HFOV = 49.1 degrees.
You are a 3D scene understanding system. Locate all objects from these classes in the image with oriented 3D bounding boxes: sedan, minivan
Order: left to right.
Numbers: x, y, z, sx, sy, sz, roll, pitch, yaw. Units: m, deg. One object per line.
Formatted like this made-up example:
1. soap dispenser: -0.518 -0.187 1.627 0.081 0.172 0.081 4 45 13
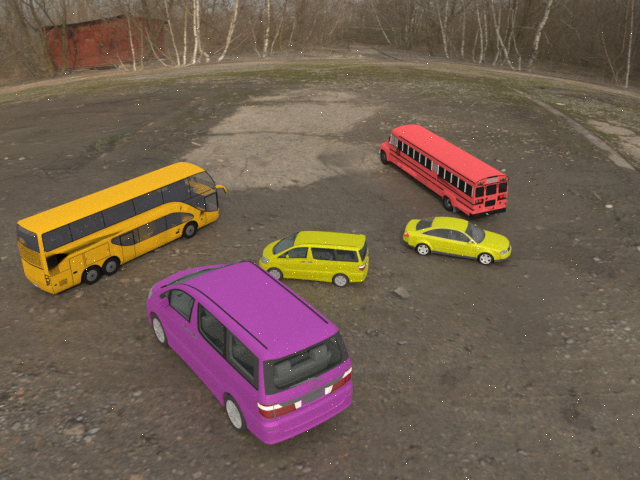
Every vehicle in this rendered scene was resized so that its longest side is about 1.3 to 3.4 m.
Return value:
1. minivan: -0.929 0.968 7.876 1.324 1.197 3.011 -19 33 -31
2. minivan: -0.093 0.221 9.903 1.548 0.616 0.681 5 28 9
3. sedan: 2.063 -0.041 10.538 1.613 0.483 0.635 9 29 16

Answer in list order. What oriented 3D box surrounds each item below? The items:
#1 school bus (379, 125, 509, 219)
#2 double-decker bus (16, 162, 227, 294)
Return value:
1. school bus: 2.087 -1.337 12.594 0.709 0.844 3.322 -12 30 -21
2. double-decker bus: -2.817 -0.285 10.391 0.756 1.052 3.251 21 35 34
